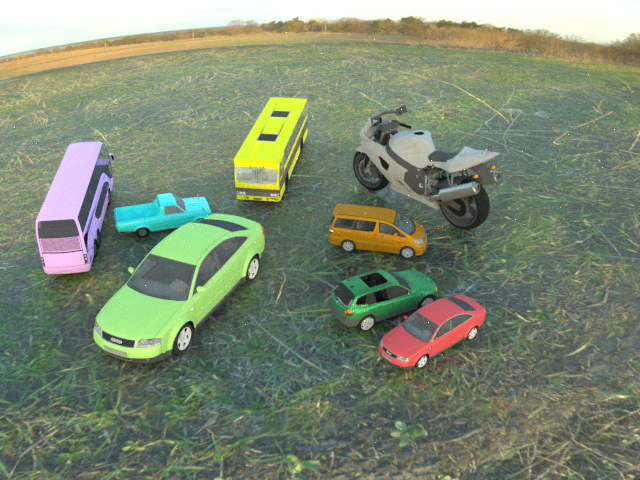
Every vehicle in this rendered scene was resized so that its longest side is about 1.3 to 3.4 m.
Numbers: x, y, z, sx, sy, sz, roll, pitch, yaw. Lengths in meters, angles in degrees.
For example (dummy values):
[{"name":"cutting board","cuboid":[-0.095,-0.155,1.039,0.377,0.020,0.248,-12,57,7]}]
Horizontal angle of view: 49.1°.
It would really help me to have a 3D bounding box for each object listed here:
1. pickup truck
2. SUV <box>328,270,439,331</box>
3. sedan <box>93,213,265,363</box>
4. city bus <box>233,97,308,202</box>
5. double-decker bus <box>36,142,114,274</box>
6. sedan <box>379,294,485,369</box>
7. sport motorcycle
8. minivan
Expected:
[{"name":"pickup truck","cuboid":[-2.624,-0.461,11.699,1.603,0.511,0.640,-10,32,-16]},{"name":"SUV","cuboid":[0.890,0.725,9.629,1.572,0.580,0.656,-15,34,-24]},{"name":"sedan","cuboid":[-1.863,0.480,9.690,1.235,0.940,3.137,13,33,21]},{"name":"city bus","cuboid":[-0.878,-1.798,13.579,0.926,0.894,3.255,4,31,7]},{"name":"double-decker bus","cuboid":[-3.944,-0.650,11.487,0.756,1.052,3.251,-4,31,-7]},{"name":"sedan","cuboid":[1.461,1.127,9.046,1.613,0.483,0.635,-22,37,-32]},{"name":"sport motorcycle","cuboid":[1.696,-1.253,11.970,2.955,1.596,0.983,27,40,37]},{"name":"minivan","cuboid":[0.929,-0.168,11.101,1.548,0.616,0.681,6,31,11]}]
